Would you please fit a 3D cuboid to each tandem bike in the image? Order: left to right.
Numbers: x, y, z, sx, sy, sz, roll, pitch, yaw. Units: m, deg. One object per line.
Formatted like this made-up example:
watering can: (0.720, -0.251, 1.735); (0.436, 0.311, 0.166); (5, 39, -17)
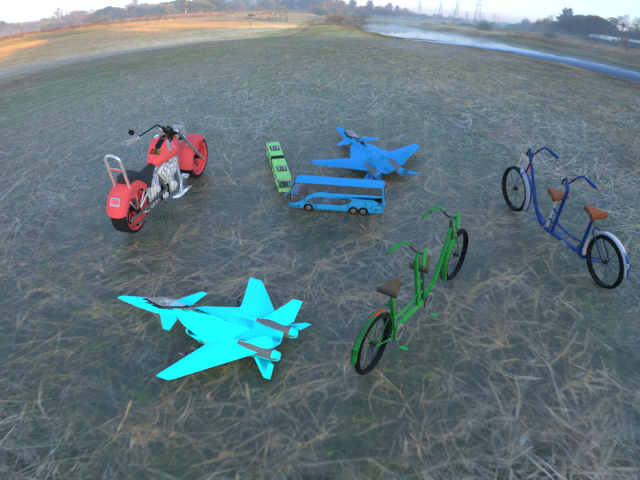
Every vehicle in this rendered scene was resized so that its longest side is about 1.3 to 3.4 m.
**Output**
tandem bike: (1.243, 0.498, 8.908); (0.550, 1.326, 3.192); (19, 36, 28)
tandem bike: (3.620, -0.488, 10.544); (0.550, 1.326, 3.192); (-9, 32, -15)

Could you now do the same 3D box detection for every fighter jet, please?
fighter jet: (-1.545, 0.912, 8.964); (2.640, 0.557, 2.229); (13, 34, 21)
fighter jet: (0.827, -1.883, 13.604); (2.229, 0.557, 2.640); (-11, 33, -18)

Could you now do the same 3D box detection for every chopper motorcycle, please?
chopper motorcycle: (-2.649, -1.277, 11.704); (0.906, 1.480, 3.040); (9, 32, 14)

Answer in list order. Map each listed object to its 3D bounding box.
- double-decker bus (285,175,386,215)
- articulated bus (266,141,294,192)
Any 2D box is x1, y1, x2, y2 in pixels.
double-decker bus: (0.260, -0.763, 11.759); (1.672, 0.541, 0.389); (5, 31, 8)
articulated bus: (-0.771, -1.384, 13.034); (0.311, 0.289, 1.749); (-6, 32, -9)
